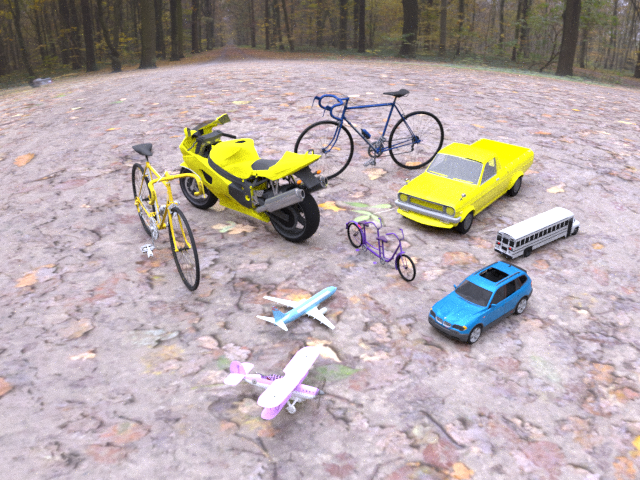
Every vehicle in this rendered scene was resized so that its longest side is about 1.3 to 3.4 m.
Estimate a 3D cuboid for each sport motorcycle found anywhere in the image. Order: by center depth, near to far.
[{"bbox_3d":[-1.184,-0.979,11.076,2.955,1.596,0.983,19,33,31],"label":"sport motorcycle"}]

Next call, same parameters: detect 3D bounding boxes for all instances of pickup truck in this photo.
[{"bbox_3d":[2.553,-1.112,11.984,1.244,0.993,3.117,20,33,33],"label":"pickup truck"}]

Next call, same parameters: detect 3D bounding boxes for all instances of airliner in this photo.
[{"bbox_3d":[-0.188,0.778,8.959,1.161,0.429,1.307,20,34,34],"label":"airliner"}]

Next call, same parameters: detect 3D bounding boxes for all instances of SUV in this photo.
[{"bbox_3d":[2.057,0.738,8.873,1.572,0.580,0.656,-22,35,-36],"label":"SUV"}]

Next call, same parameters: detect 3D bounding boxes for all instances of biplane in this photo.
[{"bbox_3d":[-0.458,1.516,7.458,1.090,0.504,1.336,10,29,18],"label":"biplane"}]

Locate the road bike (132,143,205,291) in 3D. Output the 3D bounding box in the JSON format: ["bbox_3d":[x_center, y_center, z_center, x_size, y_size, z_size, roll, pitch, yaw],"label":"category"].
[{"bbox_3d":[-2.286,-0.470,10.032,0.697,1.656,3.004,-14,31,-25],"label":"road bike"}]

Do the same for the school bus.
[{"bbox_3d":[3.374,-0.133,10.708,1.708,0.434,0.365,-19,33,-32],"label":"school bus"}]

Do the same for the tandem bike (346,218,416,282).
[{"bbox_3d":[0.858,0.027,10.130,0.283,0.682,1.642,-17,32,-29],"label":"tandem bike"}]

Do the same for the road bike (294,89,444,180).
[{"bbox_3d":[0.955,-1.977,12.930,3.004,1.656,0.697,-9,29,-16],"label":"road bike"}]
